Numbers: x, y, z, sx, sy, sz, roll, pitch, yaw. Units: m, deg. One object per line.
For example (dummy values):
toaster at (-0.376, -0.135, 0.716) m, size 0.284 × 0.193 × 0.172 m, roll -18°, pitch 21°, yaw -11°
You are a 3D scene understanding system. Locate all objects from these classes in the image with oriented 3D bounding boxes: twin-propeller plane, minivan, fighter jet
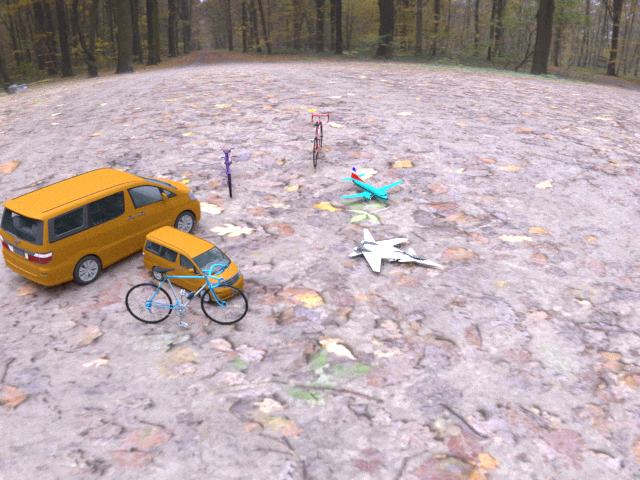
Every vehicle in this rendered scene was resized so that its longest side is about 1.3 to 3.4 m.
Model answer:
twin-propeller plane at (0.866, -0.957, 12.389) m, size 1.370 × 0.407 × 1.095 m, roll -17°, pitch 32°, yaw -29°
minivan at (-1.758, 0.318, 9.684) m, size 1.548 × 0.616 × 0.681 m, roll 19°, pitch 33°, yaw 33°
fighter jet at (1.159, 0.171, 10.329) m, size 1.358 × 0.286 × 1.147 m, roll 13°, pitch 30°, yaw 24°
minivan at (-3.145, -0.383, 10.410) m, size 1.324 × 1.197 × 3.011 m, roll 19°, pitch 33°, yaw 32°

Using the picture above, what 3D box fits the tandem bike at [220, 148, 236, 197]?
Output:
tandem bike at (-1.688, -1.355, 12.864) m, size 0.283 × 0.682 × 1.642 m, roll -4°, pitch 28°, yaw -8°

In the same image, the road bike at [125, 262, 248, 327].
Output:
road bike at (-1.669, 0.689, 8.703) m, size 1.545 × 0.852 × 0.358 m, roll 1°, pitch 27°, yaw 1°

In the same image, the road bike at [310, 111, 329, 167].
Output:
road bike at (-0.039, -2.045, 14.021) m, size 0.358 × 0.852 × 1.545 m, roll 3°, pitch 27°, yaw 5°
